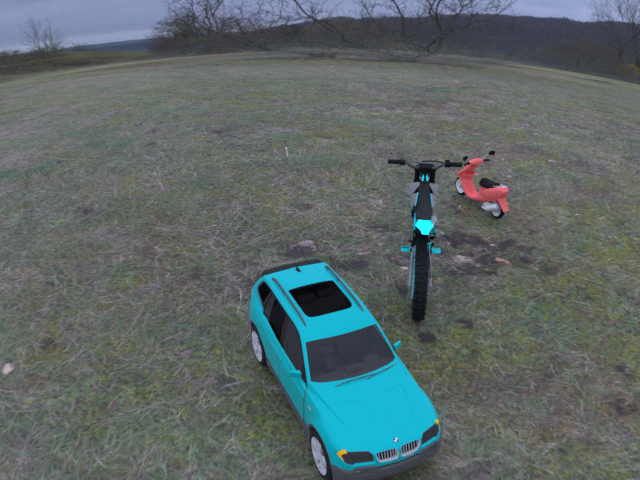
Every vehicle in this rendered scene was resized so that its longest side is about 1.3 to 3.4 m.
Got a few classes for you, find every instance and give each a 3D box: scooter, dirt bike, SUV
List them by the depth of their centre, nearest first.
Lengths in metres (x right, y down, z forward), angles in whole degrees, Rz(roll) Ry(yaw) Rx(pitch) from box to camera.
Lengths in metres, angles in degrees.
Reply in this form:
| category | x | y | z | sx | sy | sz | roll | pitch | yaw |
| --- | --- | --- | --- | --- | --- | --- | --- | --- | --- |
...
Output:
| category | x | y | z | sx | sy | sz | roll | pitch | yaw |
| --- | --- | --- | --- | --- | --- | --- | --- | --- | --- |
| SUV | 0.145 | 1.267 | 7.673 | 1.276 | 1.128 | 3.058 | -12 | 31 | -20 |
| dirt bike | 1.409 | -0.219 | 9.774 | 1.024 | 1.666 | 2.903 | 4 | 29 | 6 |
| scooter | 2.755 | -0.987 | 11.909 | 0.662 | 0.919 | 1.399 | -13 | 32 | -22 |
